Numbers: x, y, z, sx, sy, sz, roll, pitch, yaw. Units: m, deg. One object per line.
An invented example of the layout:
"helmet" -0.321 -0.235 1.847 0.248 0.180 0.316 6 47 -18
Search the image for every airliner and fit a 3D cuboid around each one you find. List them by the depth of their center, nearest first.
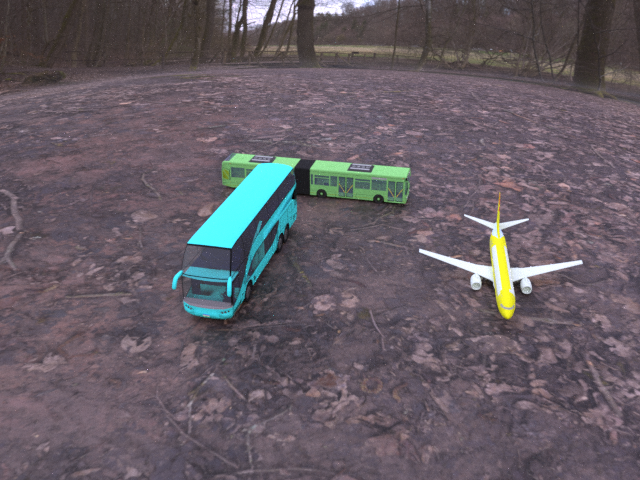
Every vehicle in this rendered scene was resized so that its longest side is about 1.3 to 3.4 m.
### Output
"airliner" 2.501 0.189 9.591 2.257 0.835 2.541 4 27 8

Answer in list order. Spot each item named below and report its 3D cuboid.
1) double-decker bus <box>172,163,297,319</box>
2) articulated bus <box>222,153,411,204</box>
"double-decker bus" -1.053 -0.063 9.852 0.756 1.052 3.251 6 27 12
"articulated bus" -0.073 -1.109 12.499 3.401 0.561 0.605 6 27 12
